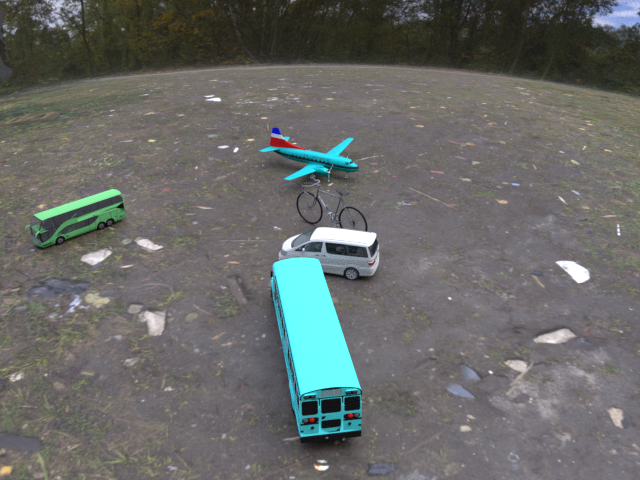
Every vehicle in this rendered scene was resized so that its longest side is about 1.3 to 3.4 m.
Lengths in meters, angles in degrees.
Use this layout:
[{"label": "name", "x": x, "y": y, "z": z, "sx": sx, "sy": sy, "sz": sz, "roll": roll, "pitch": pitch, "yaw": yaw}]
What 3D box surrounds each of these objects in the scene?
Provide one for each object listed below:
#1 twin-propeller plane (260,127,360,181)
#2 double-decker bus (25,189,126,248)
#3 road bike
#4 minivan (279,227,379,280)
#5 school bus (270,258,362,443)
[{"label": "twin-propeller plane", "x": -0.138, "y": -1.769, "z": 14.253, "sx": 2.129, "sy": 0.792, "sz": 2.663, "roll": 15, "pitch": 31, "yaw": 26}, {"label": "double-decker bus", "x": -4.109, "y": -0.365, "z": 11.867, "sx": 0.389, "sy": 0.541, "sz": 1.672, "roll": 25, "pitch": 37, "yaw": 38}, {"label": "road bike", "x": 0.181, "y": -0.528, "z": 11.843, "sx": 1.545, "sy": 0.852, "sz": 0.358, "roll": 21, "pitch": 34, "yaw": 34}, {"label": "minivan", "x": 0.129, "y": 0.158, "z": 10.797, "sx": 1.548, "sy": 0.616, "sz": 0.681, "roll": 7, "pitch": 29, "yaw": 13}, {"label": "school bus", "x": -0.147, "y": 1.124, "z": 8.727, "sx": 0.709, "sy": 0.844, "sz": 3.322, "roll": -4, "pitch": 28, "yaw": -8}]
